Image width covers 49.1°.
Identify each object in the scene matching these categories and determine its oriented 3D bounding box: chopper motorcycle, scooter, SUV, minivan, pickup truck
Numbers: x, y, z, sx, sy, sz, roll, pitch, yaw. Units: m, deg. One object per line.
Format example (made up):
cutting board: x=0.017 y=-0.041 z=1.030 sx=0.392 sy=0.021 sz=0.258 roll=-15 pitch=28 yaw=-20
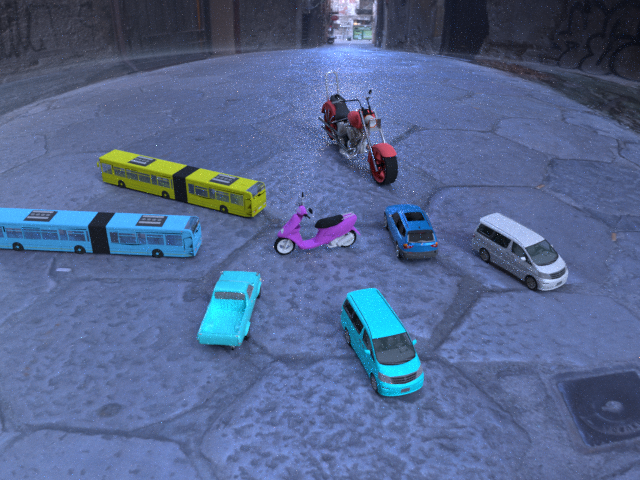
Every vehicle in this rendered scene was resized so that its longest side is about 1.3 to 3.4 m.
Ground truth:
chopper motorcycle: x=0.747 y=-2.264 z=13.925 sx=0.906 sy=1.480 sz=3.040 roll=-12 pitch=32 yaw=-20
scooter: x=-0.043 y=-0.229 z=10.976 sx=1.399 sy=0.919 sz=0.662 roll=-7 pitch=31 yaw=-12
SUV: x=1.465 y=-0.224 z=11.304 sx=0.656 sy=0.580 sz=1.572 roll=-3 pitch=30 yaw=-5
minivan: x=3.033 y=0.165 z=10.598 sx=0.681 sy=0.616 sz=1.548 roll=-19 pitch=35 yaw=-29
minivan: x=0.761 y=1.247 z=8.733 sx=0.681 sy=0.616 sz=1.548 roll=-9 pitch=31 yaw=-15
pickup truck: x=-1.205 y=0.870 z=9.487 sx=0.640 sy=0.511 sz=1.603 roll=3 pitch=30 yaw=5

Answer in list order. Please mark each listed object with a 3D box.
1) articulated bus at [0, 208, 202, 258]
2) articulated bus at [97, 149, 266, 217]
articulated bus: x=-3.616 y=-0.124 z=11.151 sx=3.401 sy=0.561 sz=0.605 roll=3 pitch=30 yaw=5
articulated bus: x=-2.563 y=-1.057 z=12.759 sx=3.401 sy=0.561 sz=0.605 roll=14 pitch=33 yaw=23
